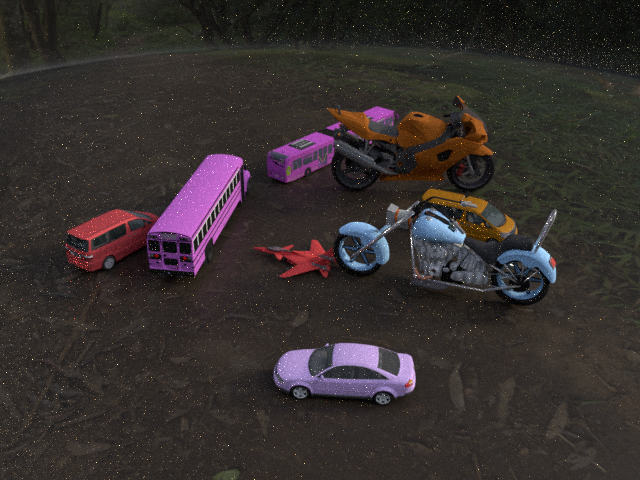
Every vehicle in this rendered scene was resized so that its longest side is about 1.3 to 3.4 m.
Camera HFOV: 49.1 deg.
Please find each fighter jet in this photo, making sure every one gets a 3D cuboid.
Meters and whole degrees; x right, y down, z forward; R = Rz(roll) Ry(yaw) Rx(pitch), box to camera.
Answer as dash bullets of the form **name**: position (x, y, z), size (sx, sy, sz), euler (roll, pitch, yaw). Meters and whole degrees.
- **fighter jet**: position (-0.405, 0.181, 10.380), size (1.358, 0.286, 1.147), euler (12, 32, 20)

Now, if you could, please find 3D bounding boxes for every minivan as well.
- **minivan**: position (-3.044, -0.095, 10.531), size (0.681, 0.616, 1.548), euler (19, 35, 30)
- **minivan**: position (2.306, -0.330, 10.941), size (1.548, 0.616, 0.681), euler (14, 33, 23)

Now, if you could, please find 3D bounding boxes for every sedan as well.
- **sedan**: position (0.276, 1.463, 7.942), size (1.613, 0.483, 0.635), euler (3, 30, 5)

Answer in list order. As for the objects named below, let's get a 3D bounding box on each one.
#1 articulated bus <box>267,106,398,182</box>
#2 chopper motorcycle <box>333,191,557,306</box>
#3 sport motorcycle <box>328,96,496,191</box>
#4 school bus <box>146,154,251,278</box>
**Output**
- **articulated bus**: position (0.312, -1.927, 13.784), size (0.605, 0.561, 3.401), euler (23, 37, 34)
- **chopper motorcycle**: position (1.639, 0.032, 9.439), size (3.040, 1.480, 0.906), euler (11, 32, 19)
- **sport motorcycle**: position (1.607, -1.597, 12.166), size (2.955, 1.596, 0.983), euler (1, 30, 1)
- **school bus**: position (-1.798, -0.539, 11.076), size (0.709, 0.844, 3.322), euler (5, 30, 8)
